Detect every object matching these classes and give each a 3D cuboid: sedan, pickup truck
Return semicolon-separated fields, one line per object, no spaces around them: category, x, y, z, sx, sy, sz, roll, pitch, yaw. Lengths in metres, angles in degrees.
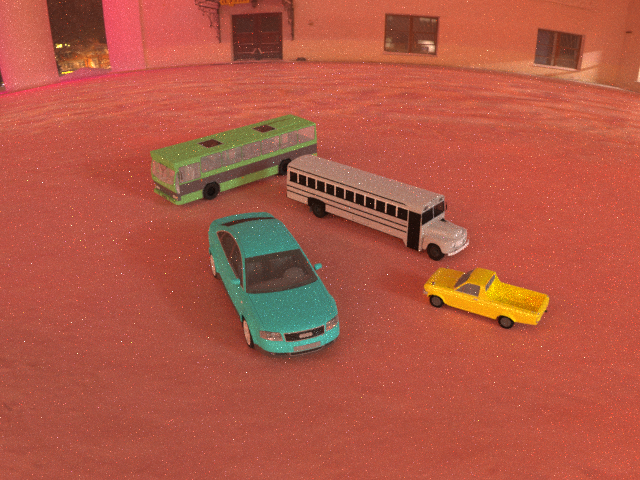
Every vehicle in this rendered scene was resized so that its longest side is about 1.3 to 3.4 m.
sedan;-0.698;0.410;9.427;1.235;0.940;3.137;-10;29;-18
pickup truck;2.198;0.706;9.325;1.603;0.511;0.640;15;31;27

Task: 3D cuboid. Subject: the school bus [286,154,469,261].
school bus;0.885;-0.588;11.423;3.322;0.844;0.709;22;35;35

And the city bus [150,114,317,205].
city bus;-1.530;-1.528;13.154;3.255;0.894;0.926;-23;35;-36
